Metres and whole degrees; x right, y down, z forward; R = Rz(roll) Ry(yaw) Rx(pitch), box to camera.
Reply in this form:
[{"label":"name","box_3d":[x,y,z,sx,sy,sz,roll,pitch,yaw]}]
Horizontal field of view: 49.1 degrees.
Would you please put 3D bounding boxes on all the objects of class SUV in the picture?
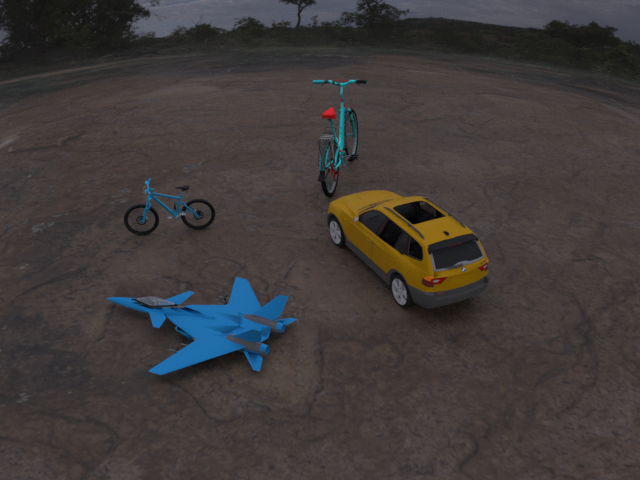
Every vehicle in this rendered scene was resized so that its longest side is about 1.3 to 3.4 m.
[{"label":"SUV","box_3d":[1.222,-0.094,10.381,1.276,1.128,3.058,-14,33,-23]}]

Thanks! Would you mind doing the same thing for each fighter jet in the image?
[{"label":"fighter jet","box_3d":[-1.735,0.910,9.204,2.640,0.557,2.229,11,32,19]}]

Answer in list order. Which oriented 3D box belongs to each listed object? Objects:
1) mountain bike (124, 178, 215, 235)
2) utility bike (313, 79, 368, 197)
[{"label":"mountain bike","box_3d":[-2.452,-0.511,11.369,1.469,0.868,0.573,-6,30,-10]},{"label":"utility bike","box_3d":[0.276,-2.016,13.017,1.039,1.839,2.791,8,31,13]}]
